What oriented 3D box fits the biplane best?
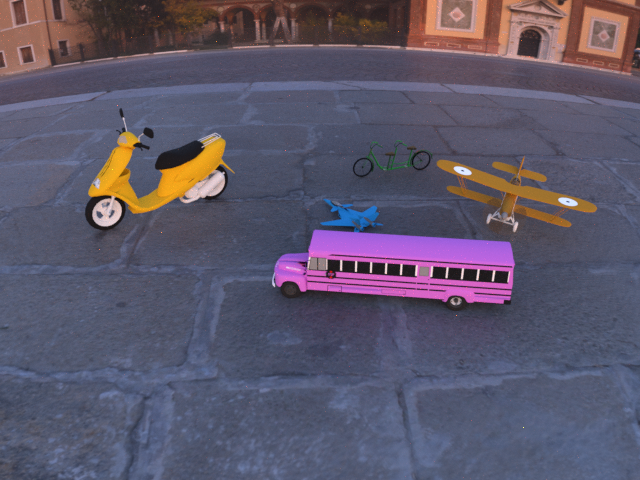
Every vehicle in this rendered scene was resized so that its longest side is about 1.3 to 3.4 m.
[{"bbox_3d":[3.276,-0.796,11.764,2.598,0.981,2.120,11,32,18],"label":"biplane"}]

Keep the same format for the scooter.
[{"bbox_3d":[-2.699,-1.260,11.764,2.721,1.786,1.288,-20,35,-30],"label":"scooter"}]

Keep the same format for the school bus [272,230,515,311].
[{"bbox_3d":[0.983,0.392,9.828,3.322,0.844,0.709,4,30,6],"label":"school bus"}]

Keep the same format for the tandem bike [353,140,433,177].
[{"bbox_3d":[1.415,-1.593,13.456,1.642,0.682,0.283,-8,31,-14],"label":"tandem bike"}]

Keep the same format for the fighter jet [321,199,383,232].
[{"bbox_3d":[0.441,-0.530,11.998,1.147,0.286,1.358,-19,35,-29],"label":"fighter jet"}]
